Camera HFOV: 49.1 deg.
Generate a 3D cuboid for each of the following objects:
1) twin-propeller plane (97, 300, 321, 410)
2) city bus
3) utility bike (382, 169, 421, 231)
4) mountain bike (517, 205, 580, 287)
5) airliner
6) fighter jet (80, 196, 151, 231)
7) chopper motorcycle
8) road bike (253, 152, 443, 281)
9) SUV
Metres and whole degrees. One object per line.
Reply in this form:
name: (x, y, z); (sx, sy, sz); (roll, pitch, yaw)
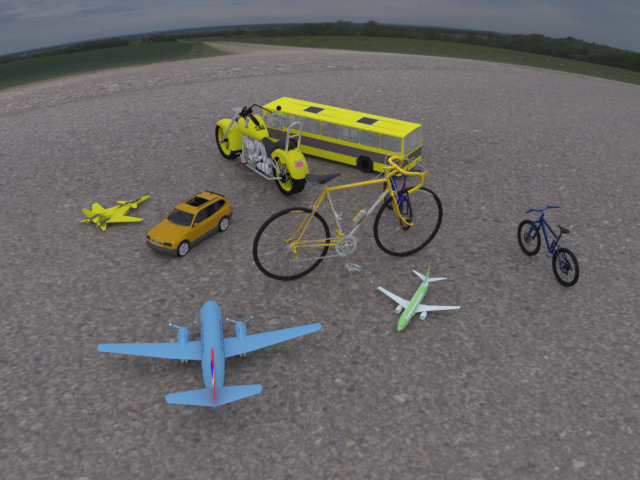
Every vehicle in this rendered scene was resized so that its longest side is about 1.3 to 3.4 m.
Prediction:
twin-propeller plane: (-1.268, 1.198, 8.216); (2.663, 0.792, 2.129); (-5, 29, -8)
city bus: (0.383, -2.062, 13.953); (3.255, 0.894, 0.926); (17, 34, 28)
utility bike: (1.339, -0.817, 11.670); (0.535, 0.946, 1.435); (-7, 30, -12)
mountain bike: (3.331, 0.041, 10.212); (0.573, 0.868, 1.469); (-9, 30, -16)
airliner: (1.277, 0.760, 9.374); (1.161, 0.429, 1.307); (13, 32, 22)
fighter jet: (-3.383, -0.587, 11.935); (1.147, 0.286, 1.358); (18, 34, 28)
chopper motorcycle: (-1.166, -1.869, 13.006); (0.906, 1.480, 3.040); (-19, 34, -30)
road bike: (0.466, -0.316, 10.044); (3.004, 1.656, 0.697); (-11, 31, -19)
SUV: (-2.057, -0.294, 11.108); (0.656, 0.580, 1.572); (17, 34, 28)
